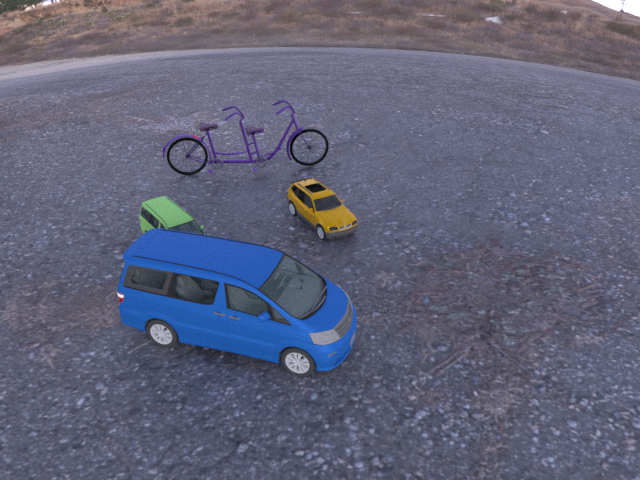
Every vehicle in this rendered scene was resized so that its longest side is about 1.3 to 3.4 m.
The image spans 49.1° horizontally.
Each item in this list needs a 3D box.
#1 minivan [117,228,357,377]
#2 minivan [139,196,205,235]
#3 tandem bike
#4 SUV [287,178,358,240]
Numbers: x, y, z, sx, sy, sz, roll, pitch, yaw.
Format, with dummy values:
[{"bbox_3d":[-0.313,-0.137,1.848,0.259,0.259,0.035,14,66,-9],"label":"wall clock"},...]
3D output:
[{"bbox_3d":[-1.029,0.718,8.866,3.011,1.197,1.324,9,31,15],"label":"minivan"},{"bbox_3d":[-2.252,-0.125,10.915,0.681,0.616,1.548,-21,36,-31],"label":"minivan"},{"bbox_3d":[-1.400,-1.930,13.341,3.192,1.326,0.550,-5,30,-9],"label":"tandem bike"},{"bbox_3d":[0.017,-0.553,11.694,0.656,0.580,1.572,-16,34,-26],"label":"SUV"}]
